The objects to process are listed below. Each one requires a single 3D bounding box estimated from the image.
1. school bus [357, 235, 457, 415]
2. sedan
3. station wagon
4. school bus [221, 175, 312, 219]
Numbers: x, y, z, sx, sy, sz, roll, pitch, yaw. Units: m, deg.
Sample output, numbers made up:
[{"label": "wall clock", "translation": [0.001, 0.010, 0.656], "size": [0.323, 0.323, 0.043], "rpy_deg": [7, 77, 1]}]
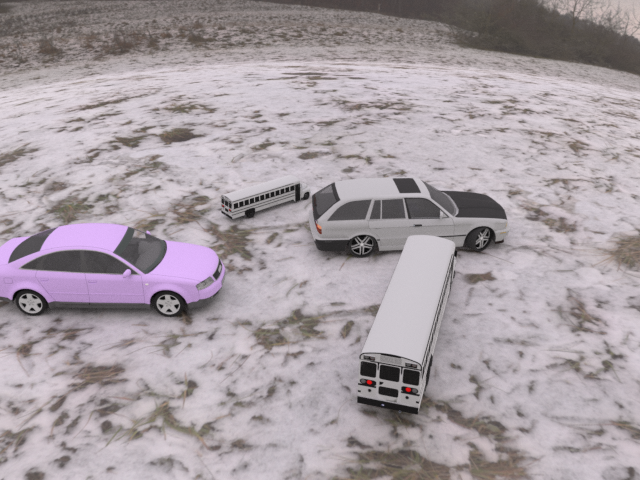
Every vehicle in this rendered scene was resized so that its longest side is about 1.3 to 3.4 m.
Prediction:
[{"label": "school bus", "translation": [1.178, 0.805, 8.623], "size": [0.709, 0.844, 3.322], "rpy_deg": [8, 29, 15]}, {"label": "sedan", "translation": [-2.862, 0.327, 9.435], "size": [3.137, 0.940, 1.235], "rpy_deg": [1, 28, 1]}, {"label": "station wagon", "translation": [1.393, -0.443, 10.927], "size": [3.105, 0.920, 1.327], "rpy_deg": [-3, 28, -5]}, {"label": "school bus", "translation": [-0.890, -0.761, 12.059], "size": [1.708, 0.434, 0.365], "rpy_deg": [-20, 34, -34]}]
